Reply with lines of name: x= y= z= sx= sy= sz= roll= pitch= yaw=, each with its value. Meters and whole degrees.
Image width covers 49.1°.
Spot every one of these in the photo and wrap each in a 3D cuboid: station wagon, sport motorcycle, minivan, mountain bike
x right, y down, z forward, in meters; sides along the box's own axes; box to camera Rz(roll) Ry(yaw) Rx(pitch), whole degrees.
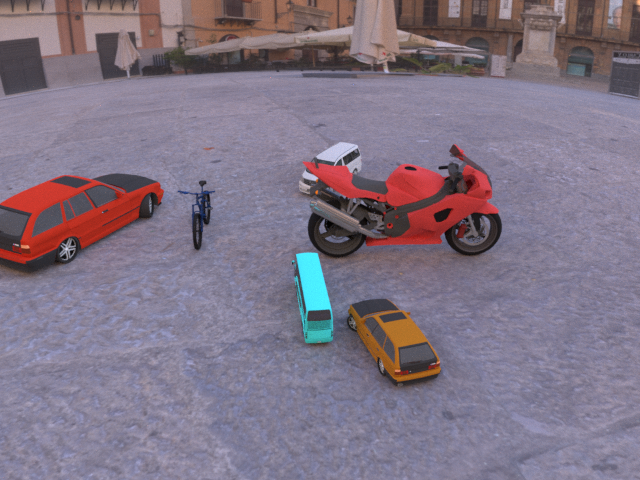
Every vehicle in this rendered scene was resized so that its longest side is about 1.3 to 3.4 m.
station wagon: x=-3.827 y=-0.528 z=11.095 sx=1.327 sy=0.920 sz=3.105 roll=13 pitch=29 yaw=25
sport motorcycle: x=1.230 y=-0.491 z=10.255 sx=2.955 sy=1.596 sz=0.983 roll=0 pitch=26 yaw=-1
minivan: x=0.201 y=-1.324 z=13.053 sx=0.681 sy=0.616 sz=1.548 roll=14 pitch=30 yaw=27
mountain bike: x=-1.874 y=-0.473 z=11.042 sx=0.573 sy=0.868 sz=1.469 roll=0 pitch=26 yaw=0
station wagon: x=0.842 y=1.093 z=8.314 sx=0.682 sy=0.473 sz=1.597 roll=-8 pitch=27 yaw=-16

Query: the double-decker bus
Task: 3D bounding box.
double-decker bus: x=-0.104 y=0.694 z=9.048 sx=0.389 sy=0.541 sz=1.672 roll=-3 pitch=26 yaw=-6
